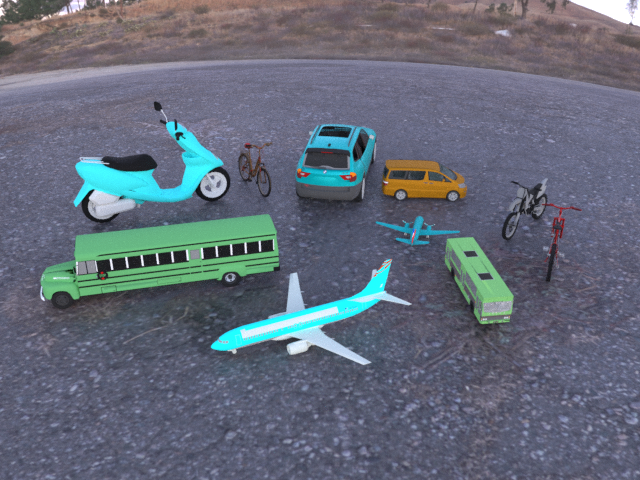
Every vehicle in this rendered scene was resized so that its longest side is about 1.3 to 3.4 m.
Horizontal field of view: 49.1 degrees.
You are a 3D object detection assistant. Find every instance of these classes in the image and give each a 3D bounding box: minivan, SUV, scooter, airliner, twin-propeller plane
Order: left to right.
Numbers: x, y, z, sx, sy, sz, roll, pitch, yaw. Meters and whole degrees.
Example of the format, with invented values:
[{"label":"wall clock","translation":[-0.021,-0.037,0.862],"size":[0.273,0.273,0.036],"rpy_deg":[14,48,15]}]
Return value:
[{"label":"scooter","translation":[-2.845,-1.290,11.892],"size":[2.721,1.786,1.288],"rpy_deg":[-13,31,-23]},{"label":"airliner","translation":[-0.173,0.853,8.897],"size":[2.541,0.835,2.257],"rpy_deg":[-12,30,-21]},{"label":"SUV","translation":[0.350,-1.669,13.298],"size":[1.276,1.128,3.058],"rpy_deg":[5,29,9]},{"label":"twin-propeller plane","translation":[1.559,-0.195,11.308],"size":[1.370,0.407,1.095],"rpy_deg":[7,29,13]},{"label":"minivan","translation":[1.911,-1.107,12.791],"size":[1.548,0.616,0.681],"rpy_deg":[1,28,3]}]

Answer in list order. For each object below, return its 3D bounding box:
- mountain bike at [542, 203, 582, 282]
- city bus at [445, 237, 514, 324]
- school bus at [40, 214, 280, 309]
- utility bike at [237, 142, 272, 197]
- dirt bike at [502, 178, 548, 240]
[{"label":"mountain bike","translation":[3.525,-0.007,10.469],"size":[0.573,0.868,1.469],"rpy_deg":[10,30,18]},{"label":"city bus","translation":[2.200,0.552,9.856],"size":[0.476,0.460,1.674],"rpy_deg":[-4,28,-7]},{"label":"school bus","translation":[-2.265,0.269,9.978],"size":[3.322,0.844,0.709],"rpy_deg":[-7,29,-13]},{"label":"utility bike","translation":[-1.193,-1.421,13.028],"size":[0.535,0.946,1.435],"rpy_deg":[-15,32,-26]},{"label":"dirt bike","translation":[3.415,-0.567,11.527],"size":[0.527,0.857,1.493],"rpy_deg":[23,36,36]}]
